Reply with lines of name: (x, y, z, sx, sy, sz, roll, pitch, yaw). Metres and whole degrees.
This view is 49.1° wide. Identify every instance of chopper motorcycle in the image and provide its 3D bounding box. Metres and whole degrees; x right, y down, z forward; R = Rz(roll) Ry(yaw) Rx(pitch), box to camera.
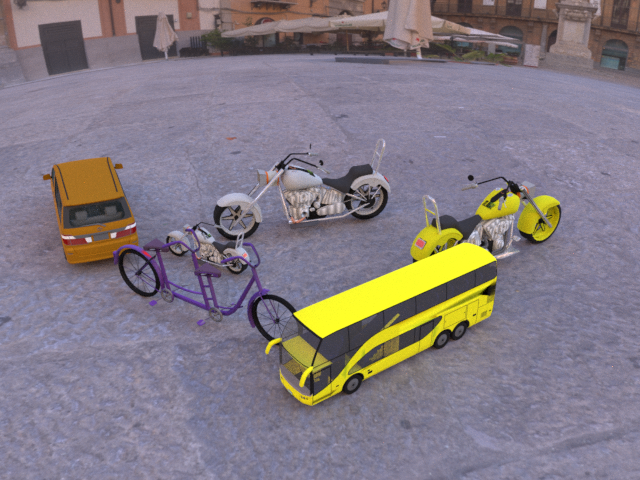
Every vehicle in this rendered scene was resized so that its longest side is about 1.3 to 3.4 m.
chopper motorcycle: (-1.756, 0.044, 10.786, 1.563, 0.761, 0.466, 16, 33, 27)
chopper motorcycle: (-0.271, -0.851, 11.643, 3.040, 1.480, 0.906, -8, 30, -14)
chopper motorcycle: (2.649, -0.332, 10.723, 3.040, 1.480, 0.906, -18, 34, -29)

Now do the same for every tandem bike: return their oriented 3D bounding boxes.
tandem bike: (-1.599, 0.509, 9.387, 3.192, 1.326, 0.550, 16, 33, 26)

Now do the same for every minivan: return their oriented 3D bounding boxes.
minivan: (-3.844, -0.709, 11.680, 1.324, 1.197, 3.011, -11, 31, -19)

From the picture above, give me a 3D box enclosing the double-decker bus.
double-decker bus: (0.890, 1.008, 8.780, 3.251, 1.052, 0.756, -20, 35, -31)
